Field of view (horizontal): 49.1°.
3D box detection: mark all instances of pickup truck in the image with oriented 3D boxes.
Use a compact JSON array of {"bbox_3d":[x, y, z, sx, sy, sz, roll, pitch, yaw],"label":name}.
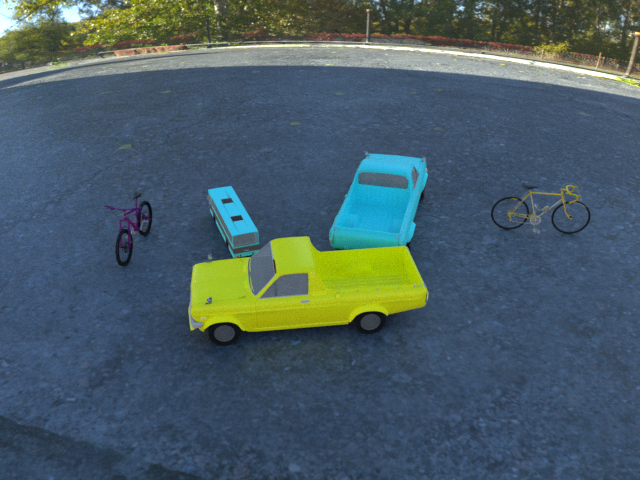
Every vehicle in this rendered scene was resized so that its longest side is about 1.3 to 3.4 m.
[{"bbox_3d":[1.027,-0.716,11.399,1.244,0.993,3.117,7,31,12],"label":"pickup truck"},{"bbox_3d":[-0.188,0.557,9.233,3.117,0.993,1.244,-4,31,-7],"label":"pickup truck"}]

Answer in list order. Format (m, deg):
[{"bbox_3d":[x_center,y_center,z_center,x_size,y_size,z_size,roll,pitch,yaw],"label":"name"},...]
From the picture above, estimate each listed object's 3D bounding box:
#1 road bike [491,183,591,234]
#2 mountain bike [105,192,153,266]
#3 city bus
[{"bbox_3d":[3.538,-0.505,11.179,1.545,0.852,0.358,4,31,8],"label":"road bike"},{"bbox_3d":[-2.860,-0.249,10.727,0.573,0.868,1.469,4,31,6],"label":"mountain bike"},{"bbox_3d":[-1.396,-0.290,11.200,0.476,0.460,1.674,-11,32,-17],"label":"city bus"}]
